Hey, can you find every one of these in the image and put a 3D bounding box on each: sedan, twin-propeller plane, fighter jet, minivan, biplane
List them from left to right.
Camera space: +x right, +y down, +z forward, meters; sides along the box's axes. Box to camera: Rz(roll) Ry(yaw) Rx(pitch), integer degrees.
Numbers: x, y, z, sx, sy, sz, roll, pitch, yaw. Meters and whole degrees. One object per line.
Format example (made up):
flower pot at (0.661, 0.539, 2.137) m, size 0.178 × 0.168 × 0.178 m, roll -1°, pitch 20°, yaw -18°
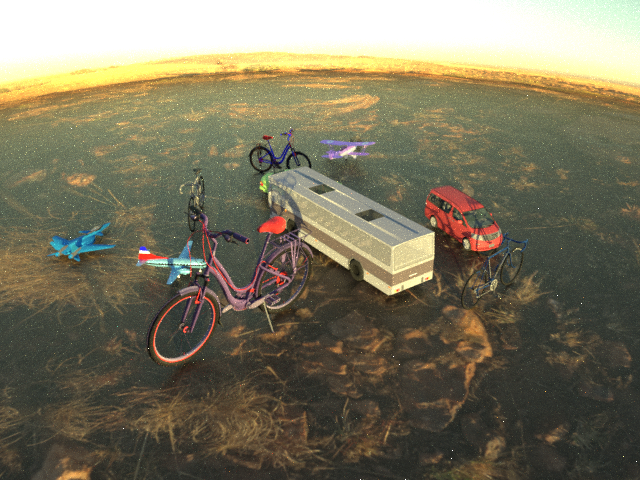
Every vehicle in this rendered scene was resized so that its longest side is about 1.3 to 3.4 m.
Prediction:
fighter jet at (-3.825, -0.085, 11.482) m, size 1.147 × 0.286 × 1.358 m, roll 8°, pitch 28°, yaw 16°
twin-propeller plane at (-2.211, 0.295, 10.600) m, size 1.095 × 0.407 × 1.370 m, roll 2°, pitch 27°, yaw 3°
sedan at (-0.336, -1.040, 13.145) m, size 1.613 × 0.483 × 0.635 m, roll 6°, pitch 28°, yaw 12°
biplane at (0.481, -1.879, 14.774) m, size 1.336 × 0.504 × 1.090 m, roll 17°, pitch 32°, yaw 31°
minivan at (2.390, -0.369, 11.678) m, size 0.681 × 0.616 × 1.548 m, roll -12°, pitch 29°, yaw -23°

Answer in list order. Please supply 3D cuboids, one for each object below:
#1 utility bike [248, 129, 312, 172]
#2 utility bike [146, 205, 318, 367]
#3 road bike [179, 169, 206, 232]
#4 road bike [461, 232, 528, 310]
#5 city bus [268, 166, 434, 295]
utility bike at (-0.812, -1.777, 14.086) m, size 1.435 × 0.946 × 0.535 m, roll 11°, pitch 29°, yaw 20°
utility bike at (-0.943, 0.455, 8.704) m, size 1.039 × 1.839 × 2.791 m, roll 24°, pitch 35°, yaw 39°
road bike at (-2.157, -0.762, 12.190) m, size 0.358 × 0.852 × 1.545 m, roll 0°, pitch 27°, yaw 1°
road bike at (2.464, 0.419, 9.864) m, size 1.545 × 0.852 × 0.358 m, roll -24°, pitch 35°, yaw -39°
city bus at (0.376, -0.202, 11.042) m, size 0.926 × 0.894 × 3.255 m, roll -18°, pitch 32°, yaw -31°
